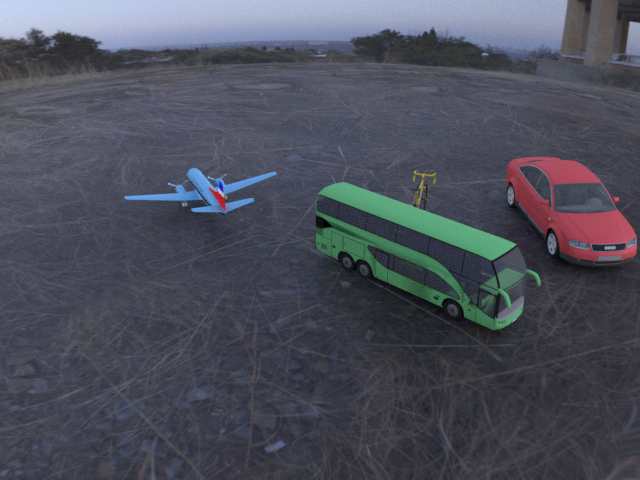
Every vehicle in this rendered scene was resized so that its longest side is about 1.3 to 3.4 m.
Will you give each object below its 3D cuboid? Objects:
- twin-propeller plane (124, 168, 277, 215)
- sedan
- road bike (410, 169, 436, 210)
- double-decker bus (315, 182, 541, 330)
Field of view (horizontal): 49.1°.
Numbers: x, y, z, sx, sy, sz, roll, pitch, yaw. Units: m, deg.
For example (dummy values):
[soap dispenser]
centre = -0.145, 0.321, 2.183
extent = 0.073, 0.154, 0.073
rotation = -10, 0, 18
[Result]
[twin-propeller plane]
centre = -1.907, -0.913, 11.752
extent = 2.663, 0.792, 2.129
rotation = -12, 29, -22
[sedan]
centre = 3.886, -0.621, 11.020
extent = 1.235, 0.940, 3.137
rotation = -2, 27, -5
[road bike]
centre = 1.550, -0.573, 11.024
extent = 0.358, 0.852, 1.545
rotation = 8, 28, 16
[double-decker bus]
centre = 1.282, 0.164, 9.366
extent = 3.251, 1.052, 0.756
rotation = 24, 35, 38
